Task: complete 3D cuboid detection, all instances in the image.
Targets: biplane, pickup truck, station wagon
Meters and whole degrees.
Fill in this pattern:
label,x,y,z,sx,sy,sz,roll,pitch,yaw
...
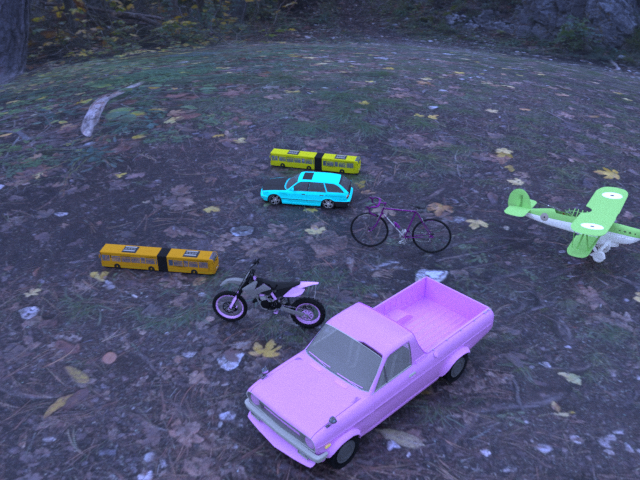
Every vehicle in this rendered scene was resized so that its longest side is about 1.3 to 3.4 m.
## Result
label,x,y,z,sx,sy,sz,roll,pitch,yaw
biplane,3.894,-0.297,10.621,2.120,0.981,2.598,16,34,26
pickup truck,0.654,1.283,7.891,3.117,0.993,1.244,-26,39,-37
station wagon,-0.236,-0.908,12.177,1.597,0.473,0.682,4,30,7

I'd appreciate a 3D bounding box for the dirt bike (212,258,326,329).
label,x,y,z,sx,sy,sz,roll,pitch,yaw
dirt bike,-0.667,0.738,8.964,1.493,0.857,0.527,4,30,6

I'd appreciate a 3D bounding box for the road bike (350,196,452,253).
label,x,y,z,sx,sy,sz,roll,pitch,yaw
road bike,1.224,-0.219,10.616,1.545,0.852,0.358,6,31,10

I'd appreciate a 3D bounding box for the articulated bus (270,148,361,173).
label,x,y,z,sx,sy,sz,roll,pitch,yaw
articulated bus,-0.103,-1.512,13.400,1.749,0.289,0.311,7,31,12

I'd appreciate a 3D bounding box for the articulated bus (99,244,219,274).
label,x,y,z,sx,sy,sz,roll,pitch,yaw
articulated bus,-2.376,0.281,10.317,1.749,0.289,0.311,4,30,7
